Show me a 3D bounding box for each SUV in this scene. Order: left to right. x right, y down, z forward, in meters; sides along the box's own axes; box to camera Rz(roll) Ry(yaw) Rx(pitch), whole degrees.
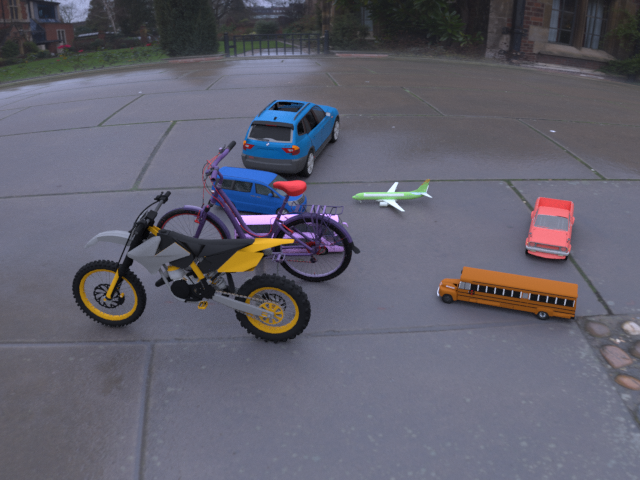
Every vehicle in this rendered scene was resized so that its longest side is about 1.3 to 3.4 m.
[{"bbox_3d":[-0.505,-2.146,13.426,1.276,1.128,3.058,8,29,14],"label":"SUV"}]

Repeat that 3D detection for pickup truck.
[{"bbox_3d":[3.481,-0.244,10.522,0.640,0.511,1.603,10,30,18],"label":"pickup truck"}]

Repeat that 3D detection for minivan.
[{"bbox_3d":[-0.984,-0.781,11.414,1.548,0.616,0.681,8,29,15],"label":"minivan"}]

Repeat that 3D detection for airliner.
[{"bbox_3d":[1.192,-0.819,11.684,1.307,0.429,1.161,0,28,0],"label":"airliner"}]

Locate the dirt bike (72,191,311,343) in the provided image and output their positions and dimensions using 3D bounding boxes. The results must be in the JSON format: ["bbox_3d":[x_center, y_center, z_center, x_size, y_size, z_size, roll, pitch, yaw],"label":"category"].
[{"bbox_3d":[-1.544,0.401,8.088,2.903,1.666,1.024,4,28,7],"label":"dirt bike"}]

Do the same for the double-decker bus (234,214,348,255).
[{"bbox_3d":[-0.406,-0.082,10.186,1.672,0.541,0.389,-1,28,-3],"label":"double-decker bus"}]

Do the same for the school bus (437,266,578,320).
[{"bbox_3d":[2.365,0.663,8.905,1.708,0.434,0.365,9,29,16],"label":"school bus"}]

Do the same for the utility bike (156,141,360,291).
[{"bbox_3d":[-0.868,-0.226,9.079,2.791,1.839,1.039,4,28,7],"label":"utility bike"}]
